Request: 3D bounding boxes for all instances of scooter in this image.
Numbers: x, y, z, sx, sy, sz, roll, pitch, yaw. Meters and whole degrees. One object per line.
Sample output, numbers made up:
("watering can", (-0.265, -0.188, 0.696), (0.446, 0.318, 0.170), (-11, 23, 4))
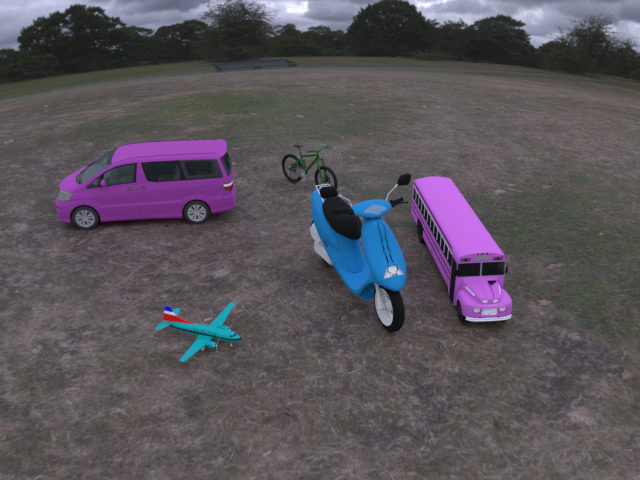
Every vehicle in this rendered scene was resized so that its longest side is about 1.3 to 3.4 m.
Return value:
("scooter", (0.472, -0.086, 9.477), (1.288, 1.786, 2.721), (-11, 29, -20))

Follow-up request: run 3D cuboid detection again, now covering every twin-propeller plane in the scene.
("twin-propeller plane", (-1.469, 1.077, 8.693), (1.095, 0.407, 1.370), (9, 28, 17))

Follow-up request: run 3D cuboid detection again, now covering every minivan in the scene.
("minivan", (-2.972, -1.001, 11.964), (3.011, 1.197, 1.324), (-3, 27, -6))

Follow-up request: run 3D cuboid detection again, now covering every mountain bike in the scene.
("mountain bike", (-0.215, -1.367, 13.063), (0.573, 0.868, 1.469), (-24, 35, -39))

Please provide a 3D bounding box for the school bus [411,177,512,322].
("school bus", (2.008, 0.055, 10.249), (0.709, 0.844, 3.322), (-2, 27, -5))
